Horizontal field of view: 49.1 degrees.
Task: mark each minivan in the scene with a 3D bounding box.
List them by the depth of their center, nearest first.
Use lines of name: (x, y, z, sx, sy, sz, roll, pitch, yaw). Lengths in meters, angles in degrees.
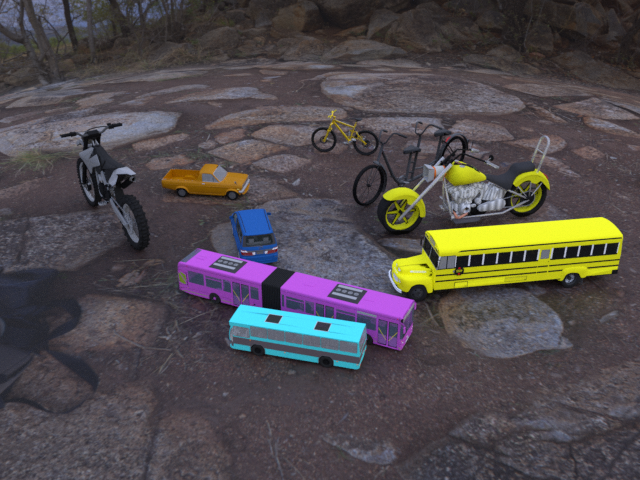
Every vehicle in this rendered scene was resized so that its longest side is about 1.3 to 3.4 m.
minivan: (-1.068, -0.154, 11.166, 0.681, 0.616, 1.548, -6, 28, -11)

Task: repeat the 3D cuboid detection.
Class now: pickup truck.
pickup truck: (-2.138, -1.127, 13.119, 1.603, 0.511, 0.640, 4, 28, 7)

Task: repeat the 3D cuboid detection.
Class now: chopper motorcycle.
chopper motorcycle: (2.449, -0.925, 11.701, 3.040, 1.480, 0.906, -7, 29, -12)

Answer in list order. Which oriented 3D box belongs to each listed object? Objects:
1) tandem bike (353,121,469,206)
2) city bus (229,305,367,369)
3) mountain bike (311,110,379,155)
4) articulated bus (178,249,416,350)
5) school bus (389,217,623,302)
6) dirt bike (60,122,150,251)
tandem bike: (1.785, -1.582, 13.108, 3.192, 1.326, 0.550, -22, 35, -36)
city bus: (-0.278, 1.219, 8.735, 1.674, 0.460, 0.476, 7, 29, 13)
mountain bike: (0.528, -2.243, 14.849, 1.469, 0.868, 0.573, 6, 28, 11)
articulated bus: (-0.380, 0.763, 9.488, 3.401, 0.561, 0.605, 12, 30, 22)
school bus: (2.663, 0.249, 10.159, 3.322, 0.844, 0.709, -5, 28, -8)
dirt bike: (-3.549, -0.986, 11.615, 1.024, 1.666, 2.903, -19, 33, -31)
